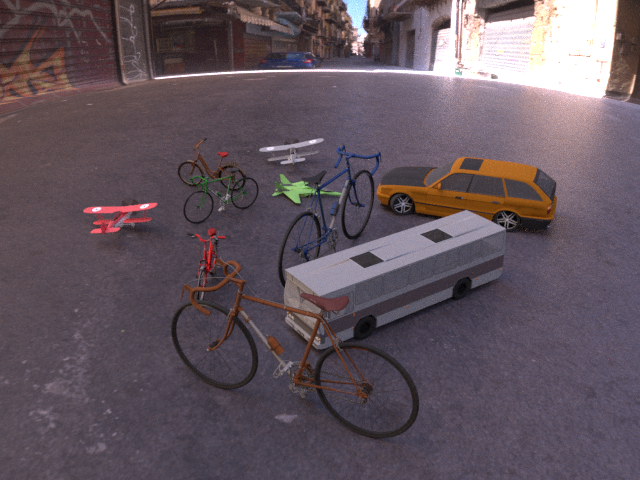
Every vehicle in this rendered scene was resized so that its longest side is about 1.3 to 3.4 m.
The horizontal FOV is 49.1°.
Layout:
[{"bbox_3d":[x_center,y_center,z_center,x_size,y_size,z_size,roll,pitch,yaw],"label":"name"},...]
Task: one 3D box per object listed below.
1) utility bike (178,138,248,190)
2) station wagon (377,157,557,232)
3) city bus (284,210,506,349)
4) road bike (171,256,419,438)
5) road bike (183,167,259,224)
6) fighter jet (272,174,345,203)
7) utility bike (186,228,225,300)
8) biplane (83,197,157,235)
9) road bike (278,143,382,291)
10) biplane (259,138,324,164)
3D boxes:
[{"bbox_3d":[-2.056,-1.377,13.175,1.435,0.946,0.535,7,28,13],"label":"utility bike"},{"bbox_3d":[2.558,-0.926,12.317,3.105,0.920,1.327,10,29,19],"label":"station wagon"},{"bbox_3d":[1.093,0.498,9.546,3.255,0.894,0.926,-17,32,-30],"label":"city bus"},{"bbox_3d":[-0.370,1.149,7.427,3.004,1.656,0.697,12,29,23],"label":"road bike"},{"bbox_3d":[-1.708,-0.812,12.169,1.545,0.852,0.358,-21,34,-35],"label":"road bike"},{"bbox_3d":[-0.169,-0.975,13.113,1.358,0.286,1.147,6,28,11],"label":"fighter jet"},{"bbox_3d":[-1.560,0.250,9.976,0.535,0.946,1.435,1,27,3],"label":"utility bike"},{"bbox_3d":[-3.375,-0.339,11.622,1.336,0.504,1.090,5,27,10],"label":"biplane"},{"bbox_3d":[0.174,-0.426,10.523,0.696,1.656,3.004,14,30,26],"label":"road bike"},{"bbox_3d":[-0.583,-1.768,14.431,1.336,0.504,1.090,-1,27,-2],"label":"biplane"}]
